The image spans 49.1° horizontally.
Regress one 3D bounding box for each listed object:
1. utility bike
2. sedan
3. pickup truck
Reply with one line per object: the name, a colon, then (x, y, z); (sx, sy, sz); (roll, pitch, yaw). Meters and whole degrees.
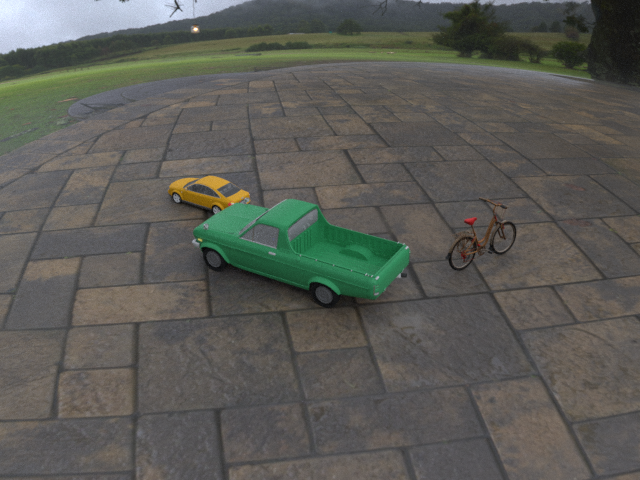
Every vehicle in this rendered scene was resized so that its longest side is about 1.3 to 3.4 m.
utility bike: (2.374, -0.113, 10.328); (1.435, 0.946, 0.535); (-17, 33, -29)
sedan: (-1.950, -0.843, 12.150); (1.613, 0.483, 0.635); (17, 33, 29)
pickup truck: (-0.317, 0.049, 9.982); (3.117, 0.993, 1.244); (16, 32, 26)
